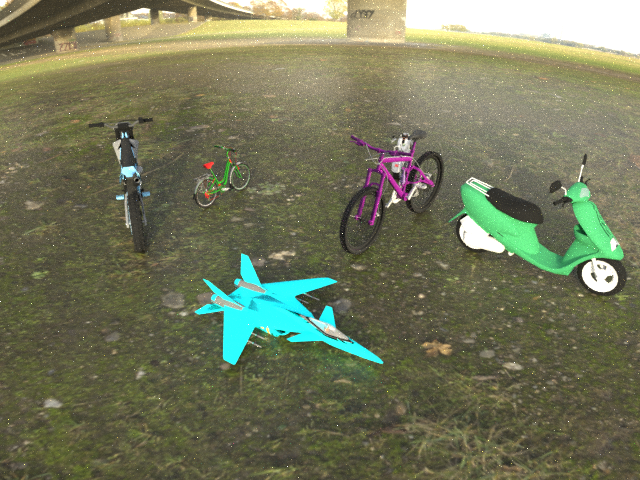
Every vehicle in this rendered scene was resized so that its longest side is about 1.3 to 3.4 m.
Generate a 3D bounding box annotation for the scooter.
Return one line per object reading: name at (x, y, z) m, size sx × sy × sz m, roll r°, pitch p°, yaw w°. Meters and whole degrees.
scooter at (3.159, -0.313, 10.131) m, size 2.721 × 1.786 × 1.288 m, roll 21°, pitch 36°, yaw 32°

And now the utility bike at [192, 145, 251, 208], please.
utility bike at (-1.780, -1.166, 12.414) m, size 0.535 × 0.946 × 1.435 m, roll 22°, pitch 37°, yaw 33°

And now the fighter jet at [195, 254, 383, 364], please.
fighter jet at (-0.302, 0.971, 9.156) m, size 2.640 × 0.557 × 2.229 m, roll 20°, pitch 36°, yaw 30°

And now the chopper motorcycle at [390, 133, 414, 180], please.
chopper motorcycle at (1.606, -1.736, 13.568) m, size 0.466 × 0.761 × 1.563 m, roll 7°, pitch 31°, yaw 12°

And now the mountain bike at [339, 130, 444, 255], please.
mountain bike at (1.224, -0.901, 11.229) m, size 1.114 × 1.688 × 2.857 m, roll 23°, pitch 37°, yaw 33°

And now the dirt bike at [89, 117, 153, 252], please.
dirt bike at (-3.152, -1.080, 11.555) m, size 1.024 × 1.666 × 2.903 m, roll -8°, pitch 31°, yaw -14°
